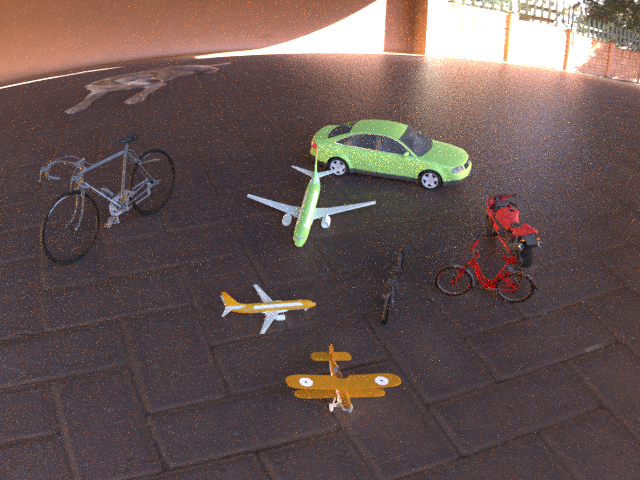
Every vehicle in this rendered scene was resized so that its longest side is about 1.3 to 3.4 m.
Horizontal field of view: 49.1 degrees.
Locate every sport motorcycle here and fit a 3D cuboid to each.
[{"bbox_3d":[2.964,-0.179,10.945,0.506,0.821,1.520,-6,31,-11],"label":"sport motorcycle"}]

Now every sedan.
[{"bbox_3d":[1.360,-1.751,13.547,3.137,0.940,1.235,10,32,17],"label":"sedan"}]

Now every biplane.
[{"bbox_3d":[0.243,1.634,8.126,1.336,0.504,1.090,-6,31,-10],"label":"biplane"}]

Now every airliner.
[{"bbox_3d":[-0.701,0.838,9.578,1.307,0.429,1.161,-5,30,-8],"label":"airliner"},{"bbox_3d":[-0.194,-0.740,11.901,2.257,0.835,2.541,3,30,6],"label":"airliner"}]

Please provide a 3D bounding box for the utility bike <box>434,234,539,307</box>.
[{"bbox_3d":[2.320,0.477,9.685,1.435,0.946,0.535,6,30,9],"label":"utility bike"}]

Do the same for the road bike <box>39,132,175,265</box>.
[{"bbox_3d":[-3.325,-0.805,11.194,0.696,1.656,3.004,16,33,25],"label":"road bike"}]

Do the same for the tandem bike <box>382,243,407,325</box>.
[{"bbox_3d":[1.041,0.539,9.843,0.283,0.682,1.642,7,31,13],"label":"tandem bike"}]
